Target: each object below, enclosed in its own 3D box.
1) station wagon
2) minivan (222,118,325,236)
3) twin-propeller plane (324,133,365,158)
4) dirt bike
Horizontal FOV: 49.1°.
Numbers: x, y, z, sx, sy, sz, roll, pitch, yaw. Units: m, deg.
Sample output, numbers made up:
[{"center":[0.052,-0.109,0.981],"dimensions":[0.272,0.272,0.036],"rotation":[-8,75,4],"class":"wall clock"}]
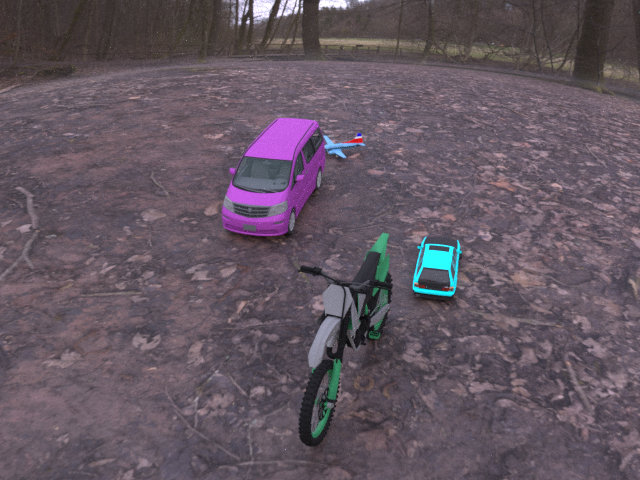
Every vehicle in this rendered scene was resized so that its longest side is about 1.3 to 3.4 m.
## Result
[{"center":[1.758,0.310,10.413],"dimensions":[0.682,0.473,1.597],"rotation":[6,29,12],"class":"station wagon"},{"center":[-0.761,-1.162,12.382],"dimensions":[1.324,1.197,3.011],"rotation":[7,29,12],"class":"minivan"},{"center":[0.397,-2.023,14.813],"dimensions":[1.095,0.407,1.370],"rotation":[-8,29,-15],"class":"twin-propeller plane"},{"center":[0.380,0.946,7.974],"dimensions":[1.024,1.666,2.903],"rotation":[11,30,19],"class":"dirt bike"}]
